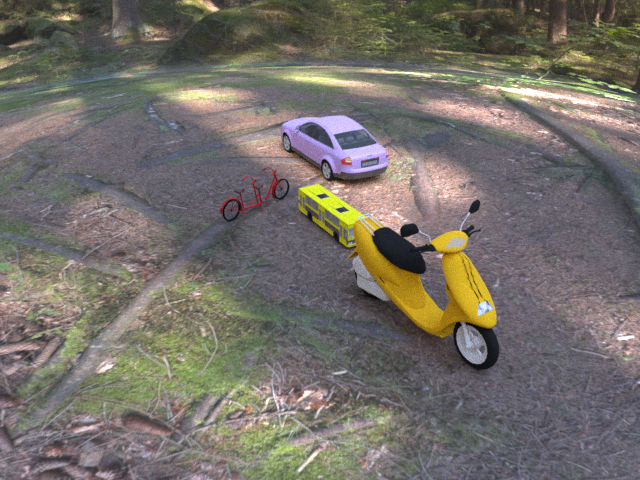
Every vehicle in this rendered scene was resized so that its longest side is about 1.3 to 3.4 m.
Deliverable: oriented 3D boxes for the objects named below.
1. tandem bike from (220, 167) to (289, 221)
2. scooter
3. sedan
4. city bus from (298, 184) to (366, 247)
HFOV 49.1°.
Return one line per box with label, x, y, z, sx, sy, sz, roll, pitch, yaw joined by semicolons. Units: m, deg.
tandem bike;-1.122;-0.836;12.283;0.283;0.682;1.642;23;35;37
scooter;1.256;0.345;8.829;1.288;1.786;2.721;-19;33;-31
sedan;0.218;-2.060;14.346;1.235;0.940;3.137;-14;31;-25
city bus;0.207;-0.410;11.706;0.476;0.460;1.674;-15;31;-26
